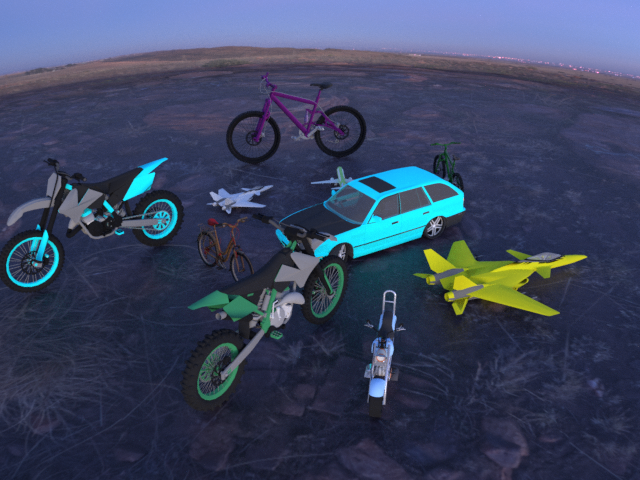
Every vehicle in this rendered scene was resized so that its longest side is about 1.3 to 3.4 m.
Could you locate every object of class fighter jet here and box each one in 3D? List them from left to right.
[{"bbox_3d":[-1.316,-0.851,12.456,1.147,0.286,1.358,22,35,36],"label":"fighter jet"},{"bbox_3d":[2.754,0.328,9.870,2.640,0.557,2.229,-11,29,-20],"label":"fighter jet"}]

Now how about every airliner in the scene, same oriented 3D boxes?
[{"bbox_3d":[0.409,-1.212,13.002,1.161,0.429,1.307,-1,27,-3],"label":"airliner"}]

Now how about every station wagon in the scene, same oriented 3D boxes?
[{"bbox_3d":[0.820,-0.446,10.977,3.105,0.920,1.327,-17,32,-29],"label":"station wagon"}]

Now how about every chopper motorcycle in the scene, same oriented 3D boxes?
[{"bbox_3d":[0.705,1.248,7.859,0.466,0.761,1.563,5,28,9],"label":"chopper motorcycle"}]

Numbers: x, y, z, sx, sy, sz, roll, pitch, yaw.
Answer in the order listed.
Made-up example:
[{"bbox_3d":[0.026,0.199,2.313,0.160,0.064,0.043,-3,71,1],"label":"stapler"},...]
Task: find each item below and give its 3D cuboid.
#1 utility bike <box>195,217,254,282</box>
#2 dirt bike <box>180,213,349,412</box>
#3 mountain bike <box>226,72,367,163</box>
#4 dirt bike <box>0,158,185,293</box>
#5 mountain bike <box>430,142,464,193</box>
[{"bbox_3d":[-1.337,0.074,9.938,0.535,0.946,1.435,-22,35,-36],"label":"utility bike"},{"bbox_3d":[-0.533,0.670,7.993,1.024,1.666,2.903,19,33,32],"label":"dirt bike"},{"bbox_3d":[-0.453,-2.384,13.904,2.857,1.688,1.114,-6,28,-11],"label":"mountain bike"},{"bbox_3d":[-3.196,-0.347,9.970,2.903,1.666,1.024,-24,36,-38],"label":"dirt bike"},{"bbox_3d":[2.310,-1.240,12.577,0.573,0.868,1.469,-5,28,-9],"label":"mountain bike"}]
